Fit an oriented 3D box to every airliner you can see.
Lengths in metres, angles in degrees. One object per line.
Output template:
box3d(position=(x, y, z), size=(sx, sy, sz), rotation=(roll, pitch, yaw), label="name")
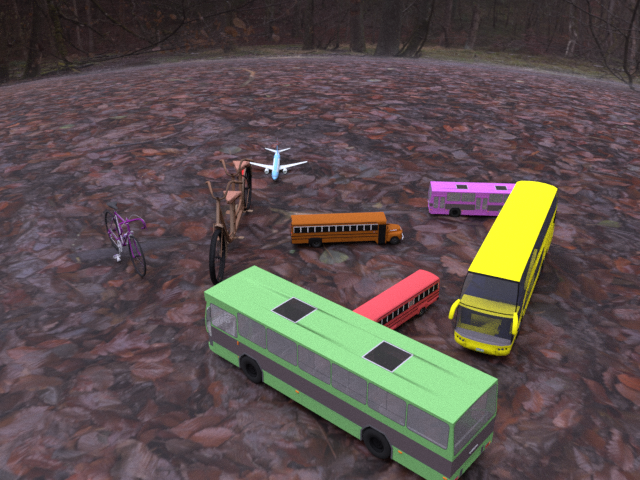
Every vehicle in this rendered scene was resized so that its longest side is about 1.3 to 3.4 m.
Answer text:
box3d(position=(-0.823, -1.503, 13.130), size=(1.161, 0.429, 1.307), rotation=(0, 28, 0), label="airliner")

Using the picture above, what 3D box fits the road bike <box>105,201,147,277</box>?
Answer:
box3d(position=(-2.798, -0.072, 9.959), size=(0.358, 0.852, 1.545), rotation=(-18, 33, -30), label="road bike")

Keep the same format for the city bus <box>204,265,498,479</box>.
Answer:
box3d(position=(0.178, 1.314, 7.282), size=(3.255, 0.894, 0.926), rotation=(22, 35, 36), label="city bus")

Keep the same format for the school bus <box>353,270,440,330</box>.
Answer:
box3d(position=(0.838, 0.886, 8.587), size=(0.365, 0.434, 1.708), rotation=(24, 36, 37), label="school bus")

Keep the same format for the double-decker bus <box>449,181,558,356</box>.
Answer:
box3d(position=(2.479, 0.281, 9.073), size=(0.756, 1.052, 3.251), rotation=(12, 30, 22), label="double-decker bus")

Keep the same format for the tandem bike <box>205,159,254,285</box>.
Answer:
box3d(position=(-1.292, -0.565, 10.387), size=(0.550, 1.326, 3.192), rotation=(2, 28, 4), label="tandem bike")

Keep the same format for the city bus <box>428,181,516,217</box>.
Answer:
box3d(position=(2.632, -0.651, 11.478), size=(1.674, 0.460, 0.476), rotation=(2, 28, 4), label="city bus")

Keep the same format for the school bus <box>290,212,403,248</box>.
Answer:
box3d(position=(0.409, -0.167, 10.588), size=(1.708, 0.434, 0.365), rotation=(-2, 28, -4), label="school bus")
